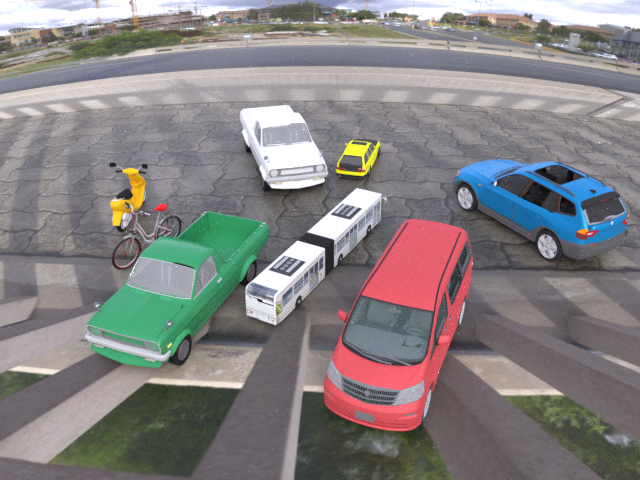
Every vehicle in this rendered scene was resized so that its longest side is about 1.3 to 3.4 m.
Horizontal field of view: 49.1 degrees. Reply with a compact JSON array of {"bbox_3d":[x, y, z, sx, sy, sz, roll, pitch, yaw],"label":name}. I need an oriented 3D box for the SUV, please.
[{"bbox_3d":[3.505,-0.715,11.350,1.276,1.128,3.058,-17,34,-26],"label":"SUV"}]

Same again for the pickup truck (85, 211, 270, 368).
[{"bbox_3d":[-1.803,0.468,9.462,1.244,0.993,3.117,11,32,18],"label":"pickup truck"}]

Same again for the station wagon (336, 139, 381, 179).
[{"bbox_3d":[0.769,-1.684,13.657,0.682,0.473,1.597,8,31,13],"label":"station wagon"}]

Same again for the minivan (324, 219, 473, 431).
[{"bbox_3d":[1.037,0.911,8.502,1.324,1.197,3.011,11,32,19],"label":"minivan"}]

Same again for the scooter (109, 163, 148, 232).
[{"bbox_3d":[-3.191,-0.790,11.686,0.662,0.919,1.399,3,30,5],"label":"scooter"}]

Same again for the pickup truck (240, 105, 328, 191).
[{"bbox_3d":[-0.773,-1.955,13.606,1.244,0.993,3.117,-8,31,-13],"label":"pickup truck"}]

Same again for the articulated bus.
[{"bbox_3d":[0.030,0.135,10.460,0.605,0.561,3.401,15,34,24],"label":"articulated bus"}]

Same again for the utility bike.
[{"bbox_3d":[-2.561,-0.146,10.559,0.535,0.946,1.435,20,36,31],"label":"utility bike"}]
